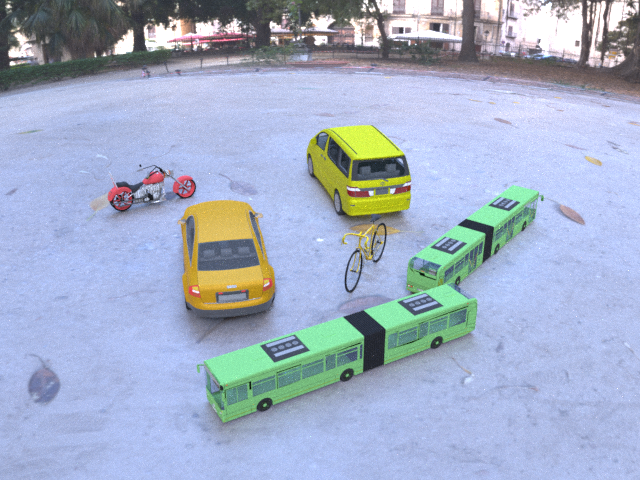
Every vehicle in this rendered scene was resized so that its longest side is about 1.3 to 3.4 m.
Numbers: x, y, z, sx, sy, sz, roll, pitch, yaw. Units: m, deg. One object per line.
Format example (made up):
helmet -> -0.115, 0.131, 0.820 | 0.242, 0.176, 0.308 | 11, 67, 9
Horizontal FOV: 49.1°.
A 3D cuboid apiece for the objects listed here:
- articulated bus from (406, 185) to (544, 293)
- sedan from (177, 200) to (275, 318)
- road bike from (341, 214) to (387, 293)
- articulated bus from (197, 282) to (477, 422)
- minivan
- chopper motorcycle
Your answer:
articulated bus -> 2.385, -0.047, 10.463 | 0.605, 0.561, 3.401 | 19, 32, 33
sedan -> -1.362, 0.036, 9.873 | 1.235, 0.940, 3.137 | -5, 27, -10
road bike -> 0.661, 0.117, 9.810 | 0.358, 0.852, 1.545 | 12, 29, 22
articulated bus -> 0.325, 1.203, 7.961 | 3.401, 0.561, 0.605 | -14, 30, -26
minivan -> 0.608, -1.406, 12.473 | 1.324, 1.197, 3.011 | -7, 27, -13
chopper motorcycle -> -2.894, -0.959, 12.066 | 1.563, 0.761, 0.466 | -16, 31, -30
